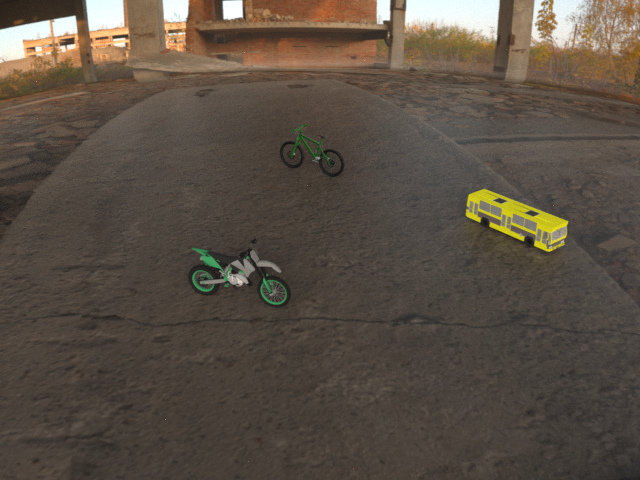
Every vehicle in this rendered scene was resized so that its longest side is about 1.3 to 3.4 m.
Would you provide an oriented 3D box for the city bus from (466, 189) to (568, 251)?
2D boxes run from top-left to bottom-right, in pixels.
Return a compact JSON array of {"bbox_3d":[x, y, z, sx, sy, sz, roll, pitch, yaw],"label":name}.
[{"bbox_3d":[3.138,-0.321,11.292,0.476,0.460,1.674,-19,33,-33],"label":"city bus"}]

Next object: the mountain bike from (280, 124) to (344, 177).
[{"bbox_3d":[-0.167,-1.731,13.640,1.469,0.868,0.573,15,30,27],"label":"mountain bike"}]

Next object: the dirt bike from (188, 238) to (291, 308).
[{"bbox_3d":[-1.092,0.442,9.334,1.493,0.857,0.527,8,28,16],"label":"dirt bike"}]
